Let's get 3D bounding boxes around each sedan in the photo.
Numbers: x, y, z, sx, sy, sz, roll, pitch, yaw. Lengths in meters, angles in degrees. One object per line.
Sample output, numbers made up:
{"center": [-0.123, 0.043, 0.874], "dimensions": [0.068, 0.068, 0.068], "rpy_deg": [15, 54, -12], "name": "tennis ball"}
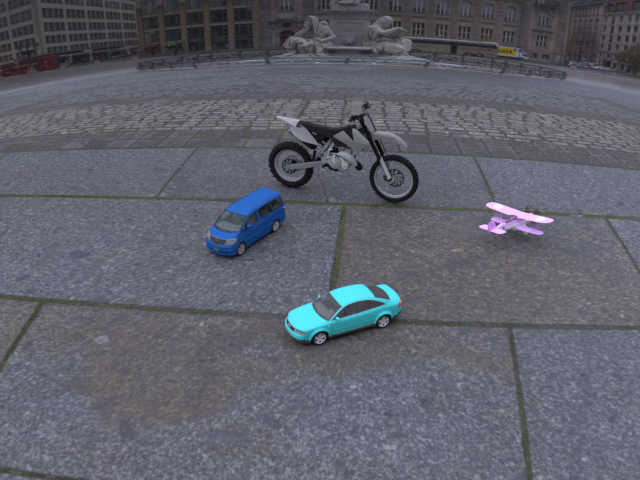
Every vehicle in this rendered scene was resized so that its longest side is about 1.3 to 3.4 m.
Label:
{"center": [0.314, 0.924, 9.296], "dimensions": [1.613, 0.483, 0.635], "rpy_deg": [-12, 31, -21], "name": "sedan"}

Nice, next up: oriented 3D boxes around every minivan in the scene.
{"center": [-1.208, -0.307, 11.425], "dimensions": [0.681, 0.616, 1.548], "rpy_deg": [17, 33, 28], "name": "minivan"}

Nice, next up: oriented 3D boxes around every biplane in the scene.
{"center": [3.127, -0.286, 11.502], "dimensions": [1.090, 0.504, 1.336], "rpy_deg": [-18, 33, -29], "name": "biplane"}

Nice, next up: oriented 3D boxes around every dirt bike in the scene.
{"center": [0.395, -1.588, 12.684], "dimensions": [2.903, 1.666, 1.024], "rpy_deg": [10, 30, 18], "name": "dirt bike"}
